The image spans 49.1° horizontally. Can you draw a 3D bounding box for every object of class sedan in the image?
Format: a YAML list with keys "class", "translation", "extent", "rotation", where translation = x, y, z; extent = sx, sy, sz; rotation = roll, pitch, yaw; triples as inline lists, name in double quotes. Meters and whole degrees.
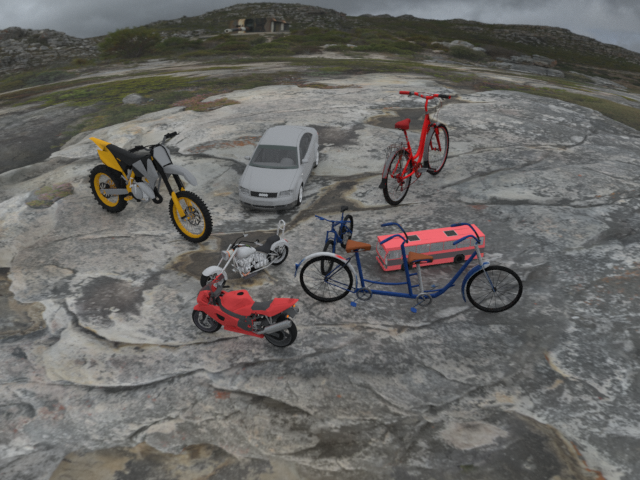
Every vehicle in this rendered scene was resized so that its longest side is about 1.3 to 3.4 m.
- class: "sedan"
  translation: [-0.761, -1.558, 13.622]
  extent: [1.235, 0.940, 3.137]
  rotation: [4, 29, 8]

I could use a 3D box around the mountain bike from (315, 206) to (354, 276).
- class: "mountain bike"
  translation: [0.279, -0.068, 11.006]
  extent: [0.573, 0.868, 1.469]
  rotation: [10, 31, 18]

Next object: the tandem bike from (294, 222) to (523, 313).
- class: "tandem bike"
  translation: [1.219, 0.382, 9.721]
  extent: [3.192, 1.326, 0.550]
  rotation: [3, 29, 6]

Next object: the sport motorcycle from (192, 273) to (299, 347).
- class: "sport motorcycle"
  translation: [-0.998, 0.964, 9.191]
  extent: [1.520, 0.821, 0.506]
  rotation: [8, 30, 15]

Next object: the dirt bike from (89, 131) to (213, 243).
- class: "dirt bike"
  translation: [-2.940, -0.976, 11.821]
  extent: [2.903, 1.666, 1.024]
  rotation: [18, 34, 30]

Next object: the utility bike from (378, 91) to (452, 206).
- class: "utility bike"
  translation: [1.756, -1.828, 13.182]
  extent: [1.039, 1.839, 2.791]
  rotation: [18, 34, 29]

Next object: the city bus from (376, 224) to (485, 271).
- class: "city bus"
  translation: [1.744, 0.133, 11.064]
  extent: [1.674, 0.460, 0.476]
  rotation: [-7, 30, -13]

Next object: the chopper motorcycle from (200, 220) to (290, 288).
- class: "chopper motorcycle"
  translation: [-1.117, 0.240, 10.560]
  extent: [1.563, 0.761, 0.466]
  rotation: [-22, 36, -34]
